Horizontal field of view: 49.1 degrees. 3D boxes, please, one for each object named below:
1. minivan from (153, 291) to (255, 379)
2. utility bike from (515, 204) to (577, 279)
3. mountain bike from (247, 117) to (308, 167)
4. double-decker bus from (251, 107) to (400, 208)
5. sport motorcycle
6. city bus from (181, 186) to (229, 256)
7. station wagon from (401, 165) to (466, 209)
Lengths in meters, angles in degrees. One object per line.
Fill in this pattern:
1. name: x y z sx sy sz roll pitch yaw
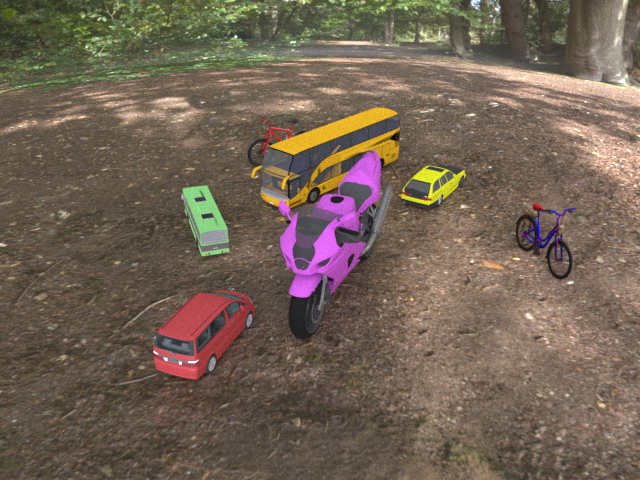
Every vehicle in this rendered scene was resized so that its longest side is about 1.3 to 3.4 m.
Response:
1. minivan: -1.325 0.989 8.260 0.681 0.616 1.548 10 30 19
2. utility bike: 3.235 -0.110 9.979 0.535 0.946 1.435 -8 29 -15
3. mountain bike: -0.730 -1.903 13.442 1.469 0.868 0.573 -16 32 -27
4. double-decker bus: 0.225 -1.482 12.453 0.756 1.052 3.251 23 36 36
5. sport motorcycle: 0.238 -0.017 9.110 0.983 1.596 2.955 10 30 19
6. city bus: -1.784 -0.301 10.857 0.476 0.460 1.674 -9 29 -16
7. station wagon: 2.014 -1.033 12.224 0.682 0.473 1.597 17 32 29
